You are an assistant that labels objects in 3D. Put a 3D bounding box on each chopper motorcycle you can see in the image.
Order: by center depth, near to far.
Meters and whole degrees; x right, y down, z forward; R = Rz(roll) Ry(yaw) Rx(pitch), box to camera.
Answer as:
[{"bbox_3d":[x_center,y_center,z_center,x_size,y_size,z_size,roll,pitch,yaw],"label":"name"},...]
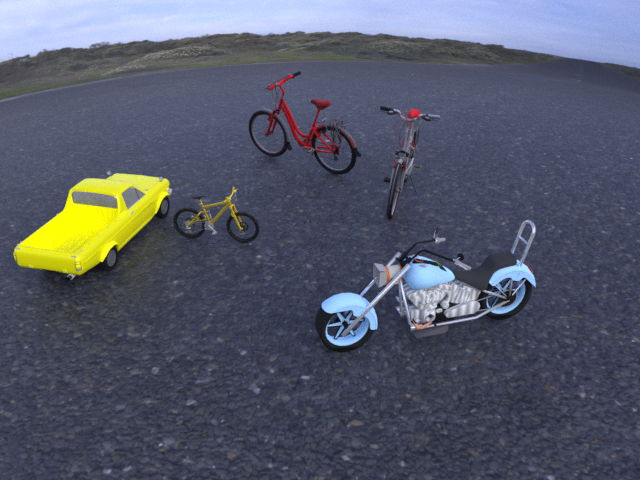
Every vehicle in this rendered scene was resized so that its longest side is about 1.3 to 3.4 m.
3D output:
[{"bbox_3d":[1.423,0.588,9.077,3.040,1.480,0.906,-8,30,-14],"label":"chopper motorcycle"}]

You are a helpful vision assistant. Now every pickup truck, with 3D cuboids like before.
[{"bbox_3d":[-3.574,-0.399,11.391,1.244,0.993,3.117,7,29,13],"label":"pickup truck"}]

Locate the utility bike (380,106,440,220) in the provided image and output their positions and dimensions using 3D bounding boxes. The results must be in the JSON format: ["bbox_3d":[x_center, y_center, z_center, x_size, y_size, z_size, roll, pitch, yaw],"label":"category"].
[{"bbox_3d":[1.629,-1.601,12.707,1.039,1.839,2.791,7,29,13],"label":"utility bike"}]

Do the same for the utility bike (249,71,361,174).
[{"bbox_3d":[-0.419,-2.295,13.979,2.791,1.839,1.039,18,33,30],"label":"utility bike"}]

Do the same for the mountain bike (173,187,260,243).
[{"bbox_3d":[-1.716,-0.378,11.483,1.469,0.868,0.573,5,29,8],"label":"mountain bike"}]
